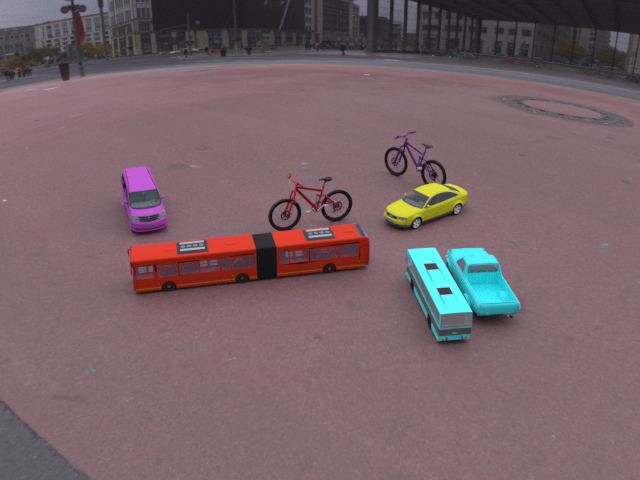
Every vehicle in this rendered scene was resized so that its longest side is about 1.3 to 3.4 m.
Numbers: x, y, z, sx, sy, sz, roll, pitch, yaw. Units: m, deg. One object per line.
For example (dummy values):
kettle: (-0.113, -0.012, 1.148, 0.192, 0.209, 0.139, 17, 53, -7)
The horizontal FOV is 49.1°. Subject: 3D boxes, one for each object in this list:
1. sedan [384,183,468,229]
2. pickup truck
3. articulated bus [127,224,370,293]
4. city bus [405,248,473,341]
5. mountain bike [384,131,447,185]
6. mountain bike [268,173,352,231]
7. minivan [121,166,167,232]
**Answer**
sedan: (1.784, -0.628, 11.740, 1.613, 0.483, 0.635, -19, 33, -31)
pickup truck: (2.189, 0.514, 9.541, 0.640, 0.511, 1.603, -3, 28, -5)
articulated bus: (-0.987, 0.242, 10.003, 3.401, 0.561, 0.605, -6, 28, -11)
city bus: (1.536, 0.700, 9.241, 0.476, 0.460, 1.674, -4, 28, -7)
mountain bike: (1.753, -1.474, 12.933, 0.573, 0.868, 1.469, -23, 36, -37)
mountain bike: (-0.145, -0.623, 11.316, 1.469, 0.868, 0.573, -11, 30, -20)
minivan: (-2.965, -0.688, 11.712, 0.681, 0.616, 1.548, -10, 29, -18)
